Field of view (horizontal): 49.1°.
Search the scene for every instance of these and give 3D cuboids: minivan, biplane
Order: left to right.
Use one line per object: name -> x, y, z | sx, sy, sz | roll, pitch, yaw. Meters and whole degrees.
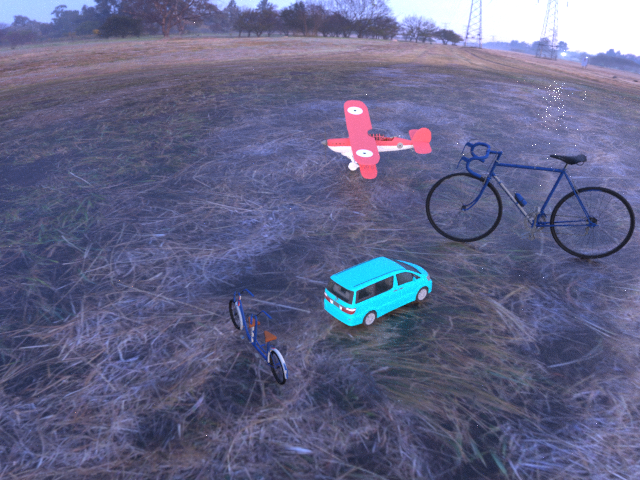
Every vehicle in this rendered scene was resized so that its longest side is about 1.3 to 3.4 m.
biplane -> 1.083, -1.843, 13.446 | 2.120, 0.981, 2.598 | -2, 28, -3
minivan -> 0.797, 0.591, 9.181 | 1.548, 0.616, 0.681 | -20, 34, -33

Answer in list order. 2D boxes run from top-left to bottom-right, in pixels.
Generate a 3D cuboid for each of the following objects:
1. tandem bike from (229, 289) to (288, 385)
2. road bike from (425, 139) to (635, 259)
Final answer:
tandem bike -> -0.756, 1.063, 8.208 | 0.283, 0.682, 1.642 | -14, 31, -25
road bike -> 3.069, -0.582, 10.304 | 3.004, 1.656, 0.697 | 8, 29, 15
